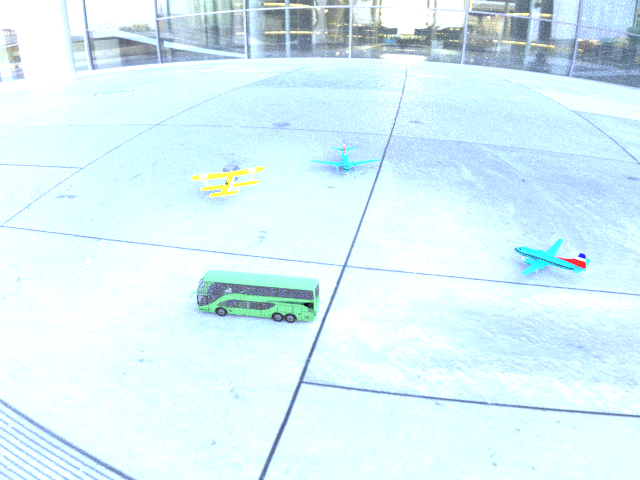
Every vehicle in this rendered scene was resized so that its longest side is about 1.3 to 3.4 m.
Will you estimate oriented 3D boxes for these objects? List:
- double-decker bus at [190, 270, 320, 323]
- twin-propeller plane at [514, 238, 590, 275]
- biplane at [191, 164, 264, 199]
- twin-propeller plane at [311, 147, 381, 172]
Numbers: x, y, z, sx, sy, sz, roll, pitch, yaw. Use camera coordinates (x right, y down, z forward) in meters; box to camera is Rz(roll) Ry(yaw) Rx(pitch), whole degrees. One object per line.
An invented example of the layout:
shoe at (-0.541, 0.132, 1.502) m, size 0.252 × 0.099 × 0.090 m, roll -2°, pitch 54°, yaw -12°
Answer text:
double-decker bus at (-0.839, 0.728, 9.175) m, size 1.672 × 0.541 × 0.389 m, roll 4°, pitch 28°, yaw 8°
twin-propeller plane at (3.360, 0.234, 10.241) m, size 1.095 × 0.407 × 1.370 m, roll 21°, pitch 35°, yaw 34°
biplane at (-1.659, -0.989, 12.428) m, size 1.336 × 0.504 × 1.090 m, roll 1°, pitch 28°, yaw 2°
twin-propeller plane at (0.501, -1.624, 13.720) m, size 1.370 × 0.407 × 1.095 m, roll -1°, pitch 28°, yaw -2°
